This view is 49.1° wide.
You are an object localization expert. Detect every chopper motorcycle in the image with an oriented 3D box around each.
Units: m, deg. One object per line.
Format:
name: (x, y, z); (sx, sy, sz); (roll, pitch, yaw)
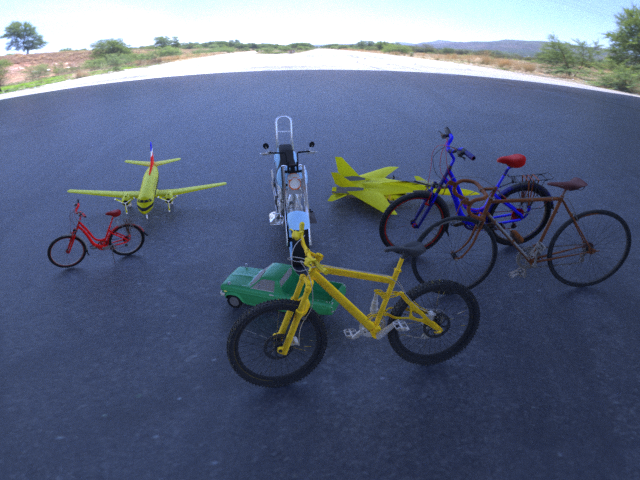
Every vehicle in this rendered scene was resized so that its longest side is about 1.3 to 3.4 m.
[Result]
chopper motorcycle: (-0.456, -0.848, 10.948); (0.906, 1.480, 3.040); (-3, 27, -6)

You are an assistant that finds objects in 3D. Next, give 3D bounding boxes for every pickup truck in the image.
pickup truck: (-0.484, 0.623, 9.082); (1.603, 0.511, 0.640); (9, 28, 18)

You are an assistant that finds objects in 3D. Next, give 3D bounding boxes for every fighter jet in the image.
fighter jet: (1.498, -1.023, 12.335); (2.640, 0.557, 2.229); (3, 27, 6)

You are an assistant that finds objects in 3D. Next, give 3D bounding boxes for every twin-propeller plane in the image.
twin-propeller plane: (-2.961, -1.039, 12.104); (2.663, 0.792, 2.129); (-3, 27, -7)

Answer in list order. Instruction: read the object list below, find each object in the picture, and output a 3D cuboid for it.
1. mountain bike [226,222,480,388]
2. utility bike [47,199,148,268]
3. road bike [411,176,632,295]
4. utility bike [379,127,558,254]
mountain bike: (0.410, 0.747, 7.510); (2.857, 1.688, 1.114); (-6, 27, -12)
utility bike: (-3.176, -0.087, 10.020); (1.435, 0.946, 0.535); (-13, 29, -24)
road bike: (2.680, -0.053, 9.155); (3.004, 1.656, 0.697); (-3, 27, -6)
utility bike: (2.242, -0.610, 10.068); (2.791, 1.839, 1.039); (-5, 27, -10)
